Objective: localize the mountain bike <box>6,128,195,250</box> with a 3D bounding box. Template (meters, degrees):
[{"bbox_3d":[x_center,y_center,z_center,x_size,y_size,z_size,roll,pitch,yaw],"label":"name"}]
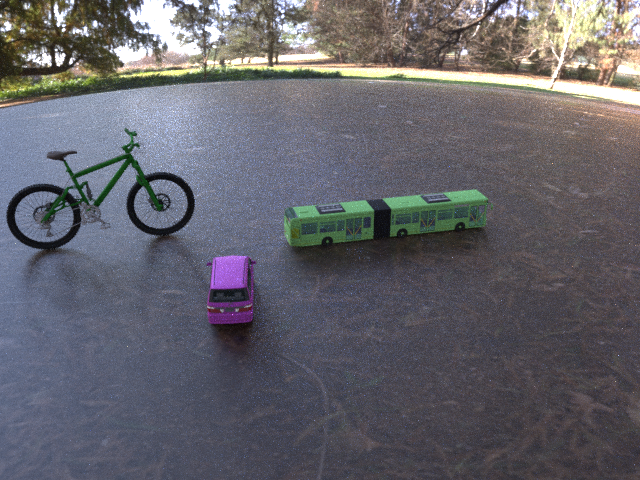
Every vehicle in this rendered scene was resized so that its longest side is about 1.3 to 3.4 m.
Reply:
[{"bbox_3d":[-3.407,-0.733,10.916,2.857,1.688,1.114,-7,26,-15],"label":"mountain bike"}]

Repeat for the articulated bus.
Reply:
[{"bbox_3d":[1.126,-0.366,11.455,3.401,0.561,0.605,-6,26,-13],"label":"articulated bus"}]

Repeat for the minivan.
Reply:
[{"bbox_3d":[-1.195,0.556,9.447,0.681,0.616,1.548,-2,25,-4],"label":"minivan"}]
